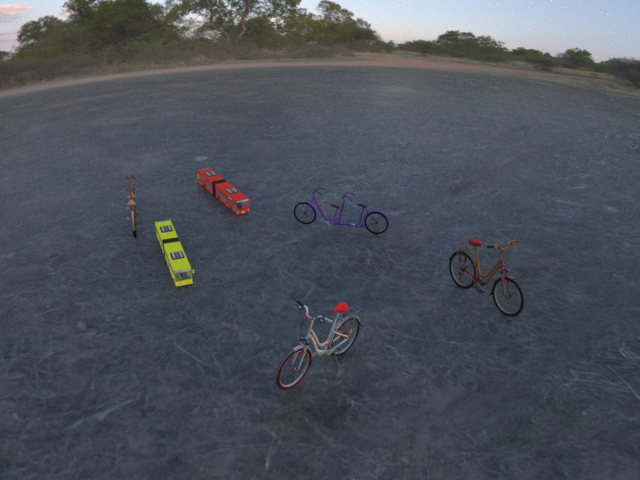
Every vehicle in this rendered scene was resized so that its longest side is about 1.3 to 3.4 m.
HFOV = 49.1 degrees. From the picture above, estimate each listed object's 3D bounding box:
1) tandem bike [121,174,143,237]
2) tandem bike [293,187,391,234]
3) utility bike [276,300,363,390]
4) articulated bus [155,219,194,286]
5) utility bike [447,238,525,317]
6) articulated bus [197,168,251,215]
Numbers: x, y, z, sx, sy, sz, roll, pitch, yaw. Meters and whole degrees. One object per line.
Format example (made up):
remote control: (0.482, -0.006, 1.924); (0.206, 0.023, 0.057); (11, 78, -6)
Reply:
tandem bike: (-3.111, -0.625, 11.598); (0.283, 0.682, 1.642); (-6, 28, -12)
tandem bike: (0.344, -0.477, 11.310); (1.642, 0.682, 0.283); (8, 28, 15)
utility bike: (0.058, 1.107, 7.916); (0.535, 0.946, 1.435); (23, 35, 38)
articulated bus: (-2.204, 0.165, 10.484); (0.311, 0.289, 1.749); (-10, 29, -18)
utility bike: (2.246, 0.370, 9.360); (0.535, 0.946, 1.435); (-16, 31, -29)
articulated bus: (-1.752, -0.895, 12.561); (0.311, 0.289, 1.749); (-15, 31, -27)
